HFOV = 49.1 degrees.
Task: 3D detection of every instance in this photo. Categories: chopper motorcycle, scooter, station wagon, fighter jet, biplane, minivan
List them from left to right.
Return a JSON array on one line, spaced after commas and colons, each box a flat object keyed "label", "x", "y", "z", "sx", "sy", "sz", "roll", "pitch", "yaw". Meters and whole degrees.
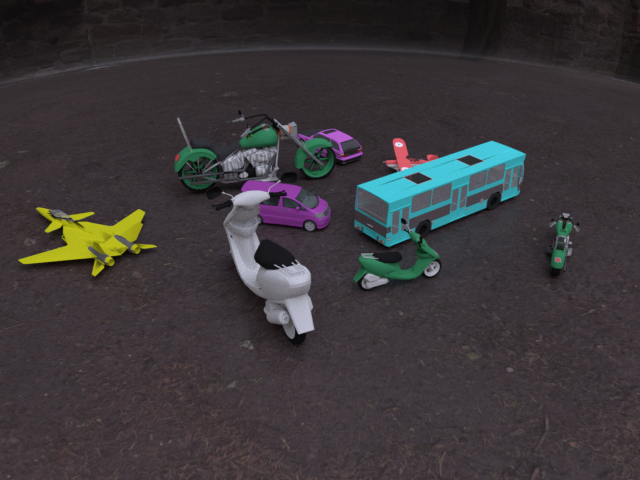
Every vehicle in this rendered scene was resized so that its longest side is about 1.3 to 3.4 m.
[{"label": "fighter jet", "x": -3.942, "y": -0.271, "z": 11.356, "sx": 2.640, "sy": 0.557, "sz": 2.229, "roll": 23, "pitch": 37, "yaw": 35}, {"label": "chopper motorcycle", "x": -1.167, "y": -1.678, "z": 12.879, "sx": 3.040, "sy": 1.480, "sz": 0.906, "roll": -9, "pitch": 31, "yaw": -15}, {"label": "scooter", "x": -0.758, "y": 0.117, "z": 9.447, "sx": 1.288, "sy": 1.786, "sz": 2.721, "roll": -14, "pitch": 33, "yaw": -22}, {"label": "minivan", "x": -0.590, "y": -0.599, "z": 11.869, "sx": 1.548, "sy": 0.616, "sz": 0.681, "roll": 7, "pitch": 31, "yaw": 12}, {"label": "station wagon", "x": 0.174, "y": -2.040, "z": 14.520, "sx": 0.682, "sy": 0.473, "sz": 1.597, "roll": -21, "pitch": 36, "yaw": -32}, {"label": "scooter", "x": 1.150, "y": 0.250, "z": 10.086, "sx": 1.399, "sy": 0.919, "sz": 0.662, "roll": -10, "pitch": 31, "yaw": -17}, {"label": "biplane", "x": 1.748, "y": -1.484, "z": 13.521, "sx": 1.090, "sy": 0.504, "sz": 1.336, "roll": -2, "pitch": 30, "yaw": -3}, {"label": "chopper motorcycle", "x": 3.729, "y": -0.054, "z": 10.774, "sx": 0.466, "sy": 0.761, "sz": 1.563, "roll": 11, "pitch": 32, "yaw": 18}]

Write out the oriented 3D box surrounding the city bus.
[{"label": "city bus", "x": 2.101, "y": -0.806, "z": 11.949, "sx": 3.255, "sy": 0.894, "sz": 0.926, "roll": -20, "pitch": 36, "yaw": -31}]
